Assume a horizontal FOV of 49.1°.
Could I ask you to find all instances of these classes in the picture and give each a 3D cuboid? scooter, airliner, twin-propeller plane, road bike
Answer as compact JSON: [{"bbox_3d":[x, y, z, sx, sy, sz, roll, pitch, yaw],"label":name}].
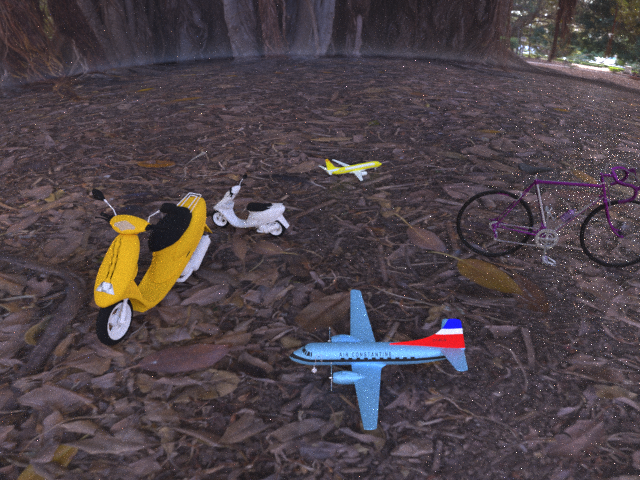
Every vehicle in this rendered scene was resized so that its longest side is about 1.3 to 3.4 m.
[{"bbox_3d":[-1.181,-0.537,11.572,1.399,0.919,0.662,9,31,16],"label":"scooter"},{"bbox_3d":[0.661,-1.499,13.798,1.307,0.429,1.161,-14,32,-23],"label":"airliner"},{"bbox_3d":[-2.266,0.078,9.577,1.288,1.786,2.721,11,31,19],"label":"scooter"},{"bbox_3d":[0.692,1.282,8.439,2.129,0.792,2.663,0,29,-1],"label":"twin-propeller plane"},{"bbox_3d":[3.601,-0.381,10.535,3.004,1.656,0.696,5,30,9],"label":"road bike"}]
